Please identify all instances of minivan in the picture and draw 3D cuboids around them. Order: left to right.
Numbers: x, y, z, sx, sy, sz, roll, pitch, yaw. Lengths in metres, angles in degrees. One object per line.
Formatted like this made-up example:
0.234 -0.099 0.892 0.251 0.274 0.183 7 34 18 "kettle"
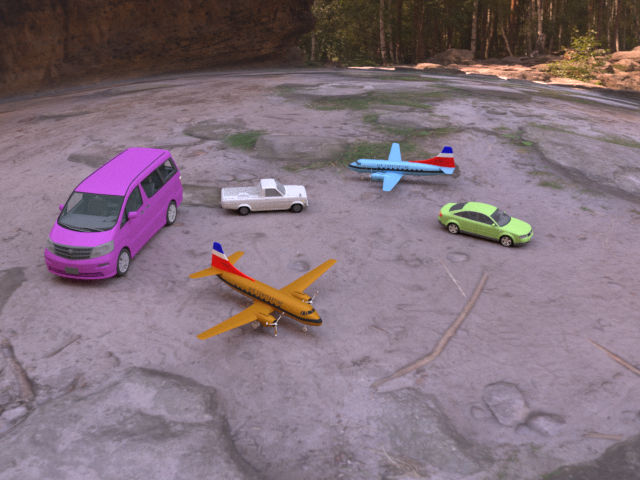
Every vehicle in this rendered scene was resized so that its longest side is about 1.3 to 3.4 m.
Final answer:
-3.309 -0.495 11.430 1.324 1.197 3.011 6 28 11 "minivan"

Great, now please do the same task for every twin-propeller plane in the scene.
-0.784 0.649 9.638 2.129 0.792 2.663 21 34 35 "twin-propeller plane"
1.607 -1.529 13.896 2.129 0.792 2.663 4 27 8 "twin-propeller plane"

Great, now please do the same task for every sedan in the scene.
2.808 -0.324 11.879 1.613 0.483 0.635 15 31 28 "sedan"

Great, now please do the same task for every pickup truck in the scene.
-1.020 -0.817 12.812 1.603 0.511 0.640 -3 27 -6 "pickup truck"
